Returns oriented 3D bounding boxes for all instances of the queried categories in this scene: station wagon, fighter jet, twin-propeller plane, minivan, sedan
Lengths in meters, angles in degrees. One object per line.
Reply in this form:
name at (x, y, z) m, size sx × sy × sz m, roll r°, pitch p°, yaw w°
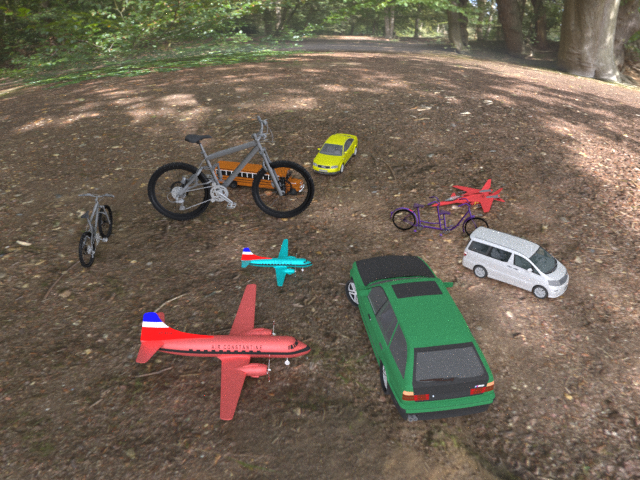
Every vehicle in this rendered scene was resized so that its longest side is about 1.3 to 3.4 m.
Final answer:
station wagon at (1.199, 0.970, 9.033) m, size 1.327 × 0.920 × 3.105 m, roll -5°, pitch 30°, yaw -8°
fighter jet at (2.645, -0.804, 12.758) m, size 1.358 × 0.286 × 1.147 m, roll -10°, pitch 31°, yaw -17°
twin-propeller plane at (-0.661, 0.299, 10.716) m, size 1.095 × 0.407 × 1.370 m, roll 1°, pitch 30°, yaw 1°
minivan at (2.938, 0.324, 10.464) m, size 1.548 × 0.616 × 0.681 m, roll 20°, pitch 35°, yaw 31°
twin-propeller plane at (-1.176, 1.234, 8.703) m, size 2.129 × 0.792 × 2.663 m, roll 1°, pitch 30°, yaw 1°
sedan at (0.321, -1.816, 14.322) m, size 0.635 × 0.483 × 1.613 m, roll 10°, pitch 31°, yaw 16°

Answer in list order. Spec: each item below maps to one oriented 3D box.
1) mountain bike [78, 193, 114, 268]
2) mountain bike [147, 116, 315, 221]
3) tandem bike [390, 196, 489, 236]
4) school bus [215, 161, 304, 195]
mountain bike at (-3.577, -0.212, 11.143) m, size 0.573 × 0.868 × 1.469 m, roll 1°, pitch 30°, yaw 2°
mountain bike at (-1.519, -1.103, 11.871) m, size 2.857 × 1.688 × 1.114 m, roll -1°, pitch 30°, yaw -2°
tandem bike at (1.988, -0.395, 11.649) m, size 1.642 × 0.682 × 0.283 m, roll 7°, pitch 31°, yaw 12°
school bus at (-1.145, -1.190, 13.280) m, size 1.708 × 0.434 × 0.365 m, roll 7°, pitch 31°, yaw 12°
